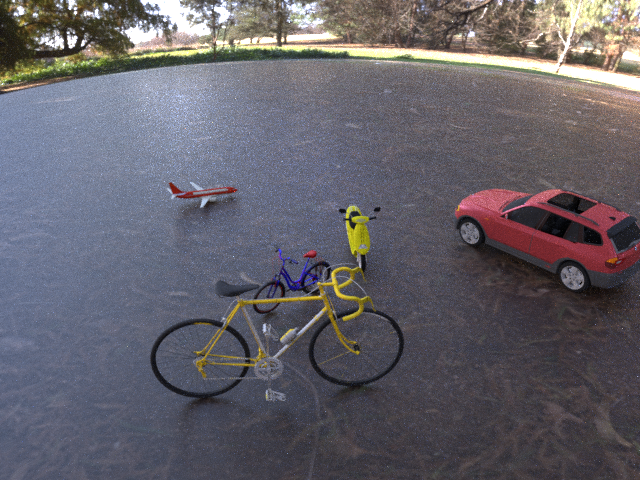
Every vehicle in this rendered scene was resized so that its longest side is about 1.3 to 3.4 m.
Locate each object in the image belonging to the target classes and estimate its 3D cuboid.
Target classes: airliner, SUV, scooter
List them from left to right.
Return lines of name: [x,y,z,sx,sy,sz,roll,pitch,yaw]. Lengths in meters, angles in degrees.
airliner: [-2.202,-0.968,13.216,1.307,0.429,1.161,-9,30,-16]
scooter: [0.608,-0.179,11.298,0.662,0.919,1.399,-3,29,-5]
SUV: [3.597,-0.232,11.176,1.276,1.128,3.058,-24,37,-36]

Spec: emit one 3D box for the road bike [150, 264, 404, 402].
road bike: [-0.480,1.134,8.180,3.004,1.656,0.696,-3,29,-6]

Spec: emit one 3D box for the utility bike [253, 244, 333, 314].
utility bike: [-0.336,0.524,10.005,1.435,0.946,0.535,-21,35,-33]
